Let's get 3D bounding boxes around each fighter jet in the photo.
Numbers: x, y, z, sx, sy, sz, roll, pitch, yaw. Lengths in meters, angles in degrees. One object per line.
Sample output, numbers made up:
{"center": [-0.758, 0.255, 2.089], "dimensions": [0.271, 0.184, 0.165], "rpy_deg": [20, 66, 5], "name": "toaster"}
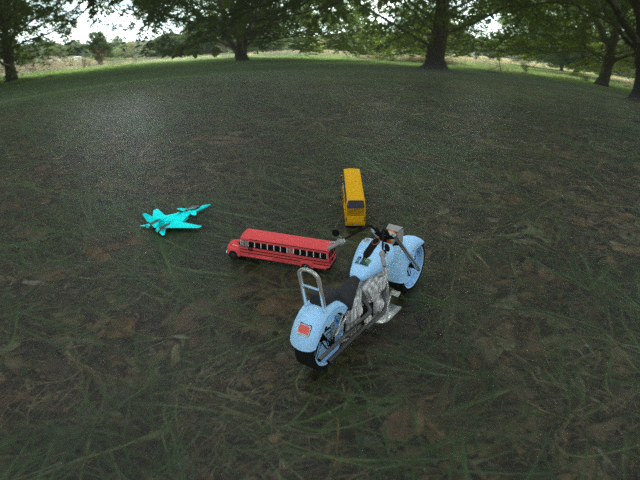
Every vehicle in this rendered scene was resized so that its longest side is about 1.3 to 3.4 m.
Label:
{"center": [-2.379, -0.475, 12.022], "dimensions": [1.147, 0.286, 1.358], "rpy_deg": [20, 33, 34], "name": "fighter jet"}

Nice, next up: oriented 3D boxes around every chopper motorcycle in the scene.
{"center": [0.605, 0.454, 8.841], "dimensions": [0.906, 1.480, 3.040], "rpy_deg": [16, 31, 29], "name": "chopper motorcycle"}

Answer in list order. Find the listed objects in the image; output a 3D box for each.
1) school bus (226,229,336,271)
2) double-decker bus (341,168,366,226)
{"center": [-0.613, 0.139, 10.633], "dimensions": [1.708, 0.434, 0.365], "rpy_deg": [9, 28, 17], "name": "school bus"}
{"center": [0.584, -0.789, 12.364], "dimensions": [0.389, 0.541, 1.672], "rpy_deg": [0, 27, 0], "name": "double-decker bus"}
